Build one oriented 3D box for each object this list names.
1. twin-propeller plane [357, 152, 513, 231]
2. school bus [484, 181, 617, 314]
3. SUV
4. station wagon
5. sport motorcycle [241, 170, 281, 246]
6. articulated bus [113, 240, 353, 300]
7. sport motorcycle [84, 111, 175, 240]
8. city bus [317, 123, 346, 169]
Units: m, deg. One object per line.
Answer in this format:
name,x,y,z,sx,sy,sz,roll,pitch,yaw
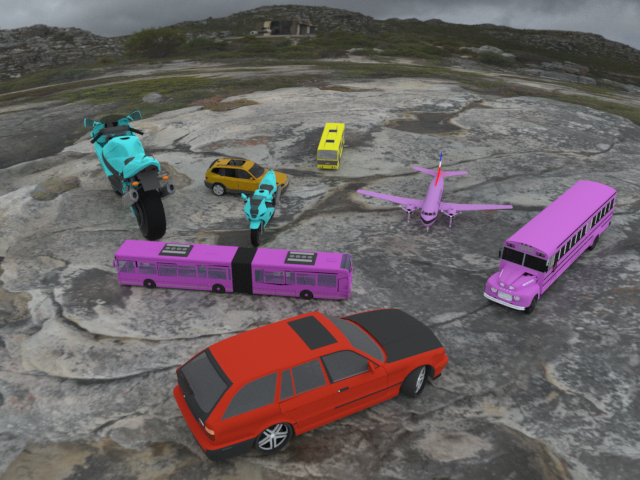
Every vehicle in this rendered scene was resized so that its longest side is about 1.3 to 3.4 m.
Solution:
twin-propeller plane,1.987,-0.847,12.160,2.663,0.792,2.129,7,29,13
school bus,3.495,0.027,10.457,0.709,0.844,3.322,21,34,34
SUV,-1.358,-1.159,12.973,1.572,0.580,0.656,6,29,11
station wagon,-0.026,1.377,7.833,3.105,0.920,1.327,-14,31,-25
sport motorcycle,-0.942,-0.538,11.545,0.506,0.821,1.520,4,28,7
articulated bus,-1.249,0.419,10.021,3.401,0.561,0.605,4,28,7
sport motorcycle,-3.213,-1.143,11.858,0.983,1.596,2.955,-15,31,-25
city bus,0.242,-1.954,14.598,0.476,0.460,1.674,3,28,6
